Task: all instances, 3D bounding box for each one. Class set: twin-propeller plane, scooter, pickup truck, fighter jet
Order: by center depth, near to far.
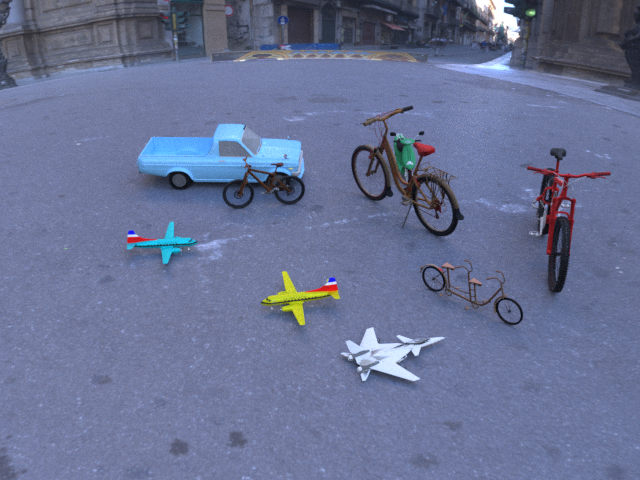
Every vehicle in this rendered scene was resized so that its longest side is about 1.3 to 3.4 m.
[{"bbox_3d":[0.992,1.319,8.716,1.358,0.286,1.147,-13,31,-22],"label":"fighter jet"},{"bbox_3d":[-0.280,0.743,9.642,1.095,0.407,1.370,-6,29,-11],"label":"twin-propeller plane"},{"bbox_3d":[-2.475,0.005,10.988,1.095,0.407,1.370,-3,29,-6],"label":"twin-propeller plane"},{"bbox_3d":[-1.858,-1.640,13.381,3.117,0.993,1.244,1,29,1],"label":"pickup truck"},{"bbox_3d":[1.641,-1.724,13.613,0.662,0.919,1.399,-2,29,-4],"label":"scooter"}]

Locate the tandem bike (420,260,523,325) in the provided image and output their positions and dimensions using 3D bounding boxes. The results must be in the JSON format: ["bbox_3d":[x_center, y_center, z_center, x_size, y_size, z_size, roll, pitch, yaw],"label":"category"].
[{"bbox_3d":[2.054,0.620,9.580,1.642,0.682,0.283,24,37,37],"label":"tandem bike"}]

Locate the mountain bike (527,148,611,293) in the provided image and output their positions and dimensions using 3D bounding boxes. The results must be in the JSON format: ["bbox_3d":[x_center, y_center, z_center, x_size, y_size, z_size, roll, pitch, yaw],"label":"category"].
[{"bbox_3d":[3.539,-0.477,10.536,1.114,1.688,2.857,5,29,9],"label":"mountain bike"}]

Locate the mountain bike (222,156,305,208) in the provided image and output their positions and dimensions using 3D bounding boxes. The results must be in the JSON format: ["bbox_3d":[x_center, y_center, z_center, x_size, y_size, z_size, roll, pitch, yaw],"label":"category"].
[{"bbox_3d":[-0.990,-0.987,12.319,1.469,0.868,0.573,-5,29,-9],"label":"mountain bike"}]

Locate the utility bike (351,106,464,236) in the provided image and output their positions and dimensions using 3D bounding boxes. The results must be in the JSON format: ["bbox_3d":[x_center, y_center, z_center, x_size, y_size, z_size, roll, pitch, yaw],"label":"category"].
[{"bbox_3d":[1.319,-1.167,11.639,1.039,1.839,2.791,-19,34,-31],"label":"utility bike"}]
